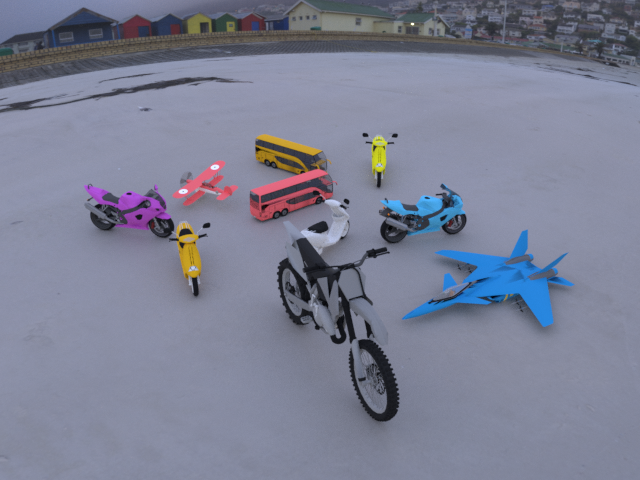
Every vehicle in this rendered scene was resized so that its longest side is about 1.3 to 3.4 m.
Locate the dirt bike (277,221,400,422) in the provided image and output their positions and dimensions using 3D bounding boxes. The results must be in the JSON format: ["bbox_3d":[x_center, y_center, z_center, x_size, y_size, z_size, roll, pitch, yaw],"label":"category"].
[{"bbox_3d":[0.142,0.771,8.224,1.024,1.666,2.903,-14,32,-23],"label":"dirt bike"}]

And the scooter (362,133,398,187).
[{"bbox_3d":[1.128,-1.659,13.367,0.662,0.919,1.399,2,29,3],"label":"scooter"}]

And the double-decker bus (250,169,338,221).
[{"bbox_3d":[-0.458,-0.807,12.222,1.672,0.541,0.389,-21,35,-33],"label":"double-decker bus"}]

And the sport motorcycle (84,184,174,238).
[{"bbox_3d":[-3.083,-0.476,11.338,1.520,0.821,0.506,7,30,13],"label":"sport motorcycle"}]

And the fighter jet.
[{"bbox_3d":[2.214,0.566,9.733,2.640,0.557,2.229,-16,33,-27],"label":"fighter jet"}]

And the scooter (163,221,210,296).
[{"bbox_3d":[-1.909,0.122,10.161,0.662,0.919,1.399,-8,30,-14],"label":"scooter"}]

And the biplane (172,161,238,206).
[{"bbox_3d":[-2.004,-0.921,12.465,1.090,0.504,1.336,17,33,27],"label":"biplane"}]

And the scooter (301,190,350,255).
[{"bbox_3d":[0.082,-0.223,10.781,0.662,0.919,1.399,18,34,29],"label":"scooter"}]

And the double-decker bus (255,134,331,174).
[{"bbox_3d":[-0.559,-1.622,13.689,1.672,0.541,0.389,21,35,32],"label":"double-decker bus"}]

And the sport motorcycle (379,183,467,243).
[{"bbox_3d":[1.662,-0.393,11.188,1.520,0.821,0.506,-8,30,-14],"label":"sport motorcycle"}]
